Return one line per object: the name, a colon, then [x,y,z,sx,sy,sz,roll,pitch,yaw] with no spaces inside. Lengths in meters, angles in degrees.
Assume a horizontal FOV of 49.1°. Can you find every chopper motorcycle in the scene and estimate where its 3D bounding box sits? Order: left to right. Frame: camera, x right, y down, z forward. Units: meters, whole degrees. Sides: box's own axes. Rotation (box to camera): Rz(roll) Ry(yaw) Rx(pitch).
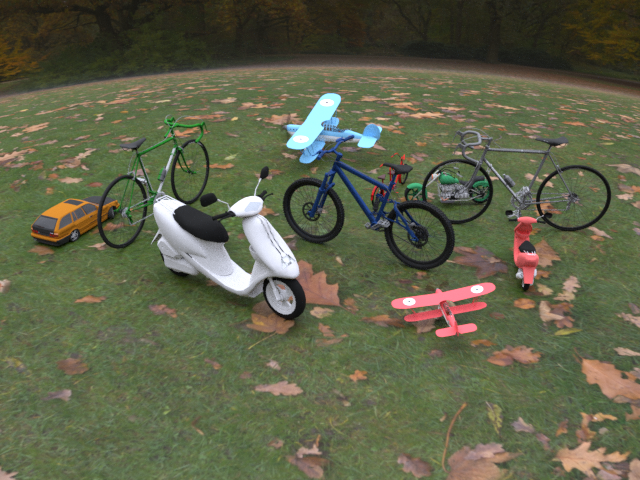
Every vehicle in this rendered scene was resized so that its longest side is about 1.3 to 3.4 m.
chopper motorcycle: [2.284,-0.980,12.357,1.563,0.761,0.466,-1,27,-1]

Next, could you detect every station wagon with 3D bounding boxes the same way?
station wagon: [-4.017,-0.426,11.588,0.682,0.473,1.597,12,29,21]

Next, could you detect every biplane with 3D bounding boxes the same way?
biplane: [0.201,-2.188,14.480,2.120,0.981,2.598,8,28,16]
biplane: [1.601,0.915,8.928,1.336,0.504,1.090,-2,27,-5]

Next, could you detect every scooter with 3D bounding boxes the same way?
scooter: [-1.306,-0.045,9.398,2.721,1.786,1.288,18,32,31]
scooter: [2.977,0.071,10.125,0.662,0.919,1.399,4,27,8]

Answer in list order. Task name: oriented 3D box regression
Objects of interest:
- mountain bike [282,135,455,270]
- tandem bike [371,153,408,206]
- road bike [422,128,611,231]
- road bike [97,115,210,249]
mountain bike: [0.671,-0.534,10.465,2.857,1.688,1.114,14,30,25]
tandem bike: [1.288,-1.129,12.735,0.283,0.682,1.642,14,30,26]
road bike: [3.176,-0.950,11.313,3.004,1.656,0.697,4,27,8]
road bike: [-2.661,-1.037,11.484,0.696,1.656,3.004,12,29,22]
